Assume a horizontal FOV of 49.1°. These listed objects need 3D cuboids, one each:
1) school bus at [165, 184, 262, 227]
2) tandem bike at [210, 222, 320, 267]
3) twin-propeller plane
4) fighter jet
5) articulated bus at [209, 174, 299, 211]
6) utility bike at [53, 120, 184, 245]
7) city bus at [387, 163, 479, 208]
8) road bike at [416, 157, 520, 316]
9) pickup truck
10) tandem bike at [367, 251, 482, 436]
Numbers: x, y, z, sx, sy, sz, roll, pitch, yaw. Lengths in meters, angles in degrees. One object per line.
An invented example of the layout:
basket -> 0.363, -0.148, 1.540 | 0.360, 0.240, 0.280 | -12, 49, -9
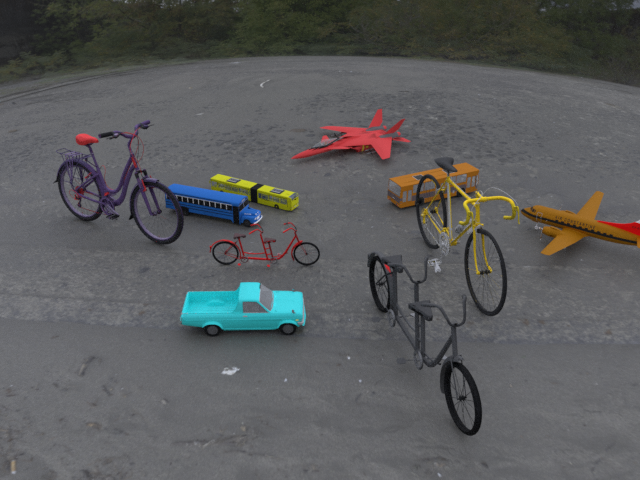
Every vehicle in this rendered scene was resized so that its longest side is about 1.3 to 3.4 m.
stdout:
school bus -> -1.794, -0.593, 11.807 | 1.708, 0.434, 0.365 | 11, 30, 19
tandem bike -> -0.820, 0.076, 10.324 | 1.642, 0.682, 0.283 | 1, 29, 1
twin-propeller plane -> 4.166, -0.306, 10.909 | 2.129, 0.792, 2.663 | 19, 34, 31
fighter jet -> 0.516, -2.118, 14.470 | 2.640, 0.557, 2.229 | -18, 33, -30
articulated bus -> -1.187, -0.852, 12.433 | 1.749, 0.289, 0.311 | 15, 32, 26
utility bike -> -3.230, -1.020, 11.124 | 2.791, 1.839, 1.039 | 15, 32, 26
city bus -> 2.025, -0.961, 12.454 | 1.674, 0.460, 0.476 | -13, 31, -23
road bike -> 1.930, -0.222, 9.854 | 0.697, 1.656, 3.004 | -7, 29, -13
pickup truck -> -0.984, 0.862, 9.065 | 1.603, 0.511, 0.640 | -1, 29, -1
tandem bike -> 1.141, 0.865, 8.209 | 0.550, 1.326, 3.192 | -8, 30, -15
